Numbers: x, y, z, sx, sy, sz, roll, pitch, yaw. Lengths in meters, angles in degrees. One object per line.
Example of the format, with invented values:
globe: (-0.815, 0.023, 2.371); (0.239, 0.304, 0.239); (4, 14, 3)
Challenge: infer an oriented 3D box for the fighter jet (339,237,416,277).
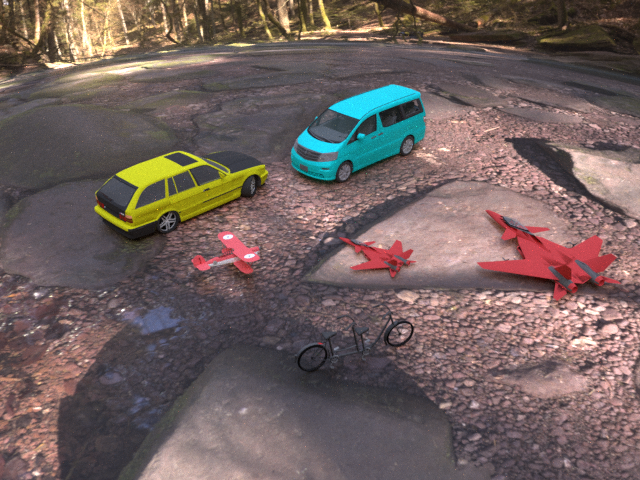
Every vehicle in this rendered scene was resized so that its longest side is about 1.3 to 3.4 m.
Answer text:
fighter jet: (0.797, 0.124, 10.880); (1.358, 0.286, 1.147); (26, 39, 36)

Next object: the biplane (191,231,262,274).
biplane: (-1.369, 0.251, 10.449); (1.090, 0.504, 1.336); (-15, 34, -23)

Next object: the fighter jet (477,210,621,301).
fighter jet: (3.341, -0.042, 10.894); (2.229, 0.557, 2.640); (-11, 32, -19)

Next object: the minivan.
minivan: (0.785, -2.146, 13.843); (3.011, 1.197, 1.324); (-26, 39, -36)

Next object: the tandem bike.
tandem bike: (0.448, 1.201, 8.657); (1.642, 0.682, 0.283); (-12, 33, -20)

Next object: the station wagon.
station wagon: (-2.325, -1.019, 12.198); (1.327, 0.920, 3.105); (26, 39, 37)
